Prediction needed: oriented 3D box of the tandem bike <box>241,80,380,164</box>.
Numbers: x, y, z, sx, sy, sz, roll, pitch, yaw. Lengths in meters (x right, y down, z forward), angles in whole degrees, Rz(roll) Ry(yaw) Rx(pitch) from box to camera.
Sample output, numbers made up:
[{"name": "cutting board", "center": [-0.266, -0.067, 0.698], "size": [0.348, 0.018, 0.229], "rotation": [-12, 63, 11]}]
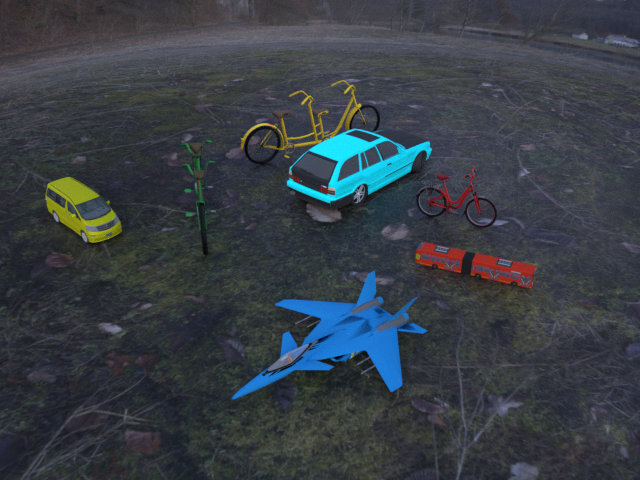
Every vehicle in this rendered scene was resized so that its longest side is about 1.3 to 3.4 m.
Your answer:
[{"name": "tandem bike", "center": [-0.126, -2.362, 13.902], "size": [3.192, 1.326, 0.550], "rotation": [-16, 34, -25]}]

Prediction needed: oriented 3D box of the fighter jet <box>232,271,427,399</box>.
[{"name": "fighter jet", "center": [0.013, 1.223, 8.593], "size": [2.640, 0.557, 2.229], "rotation": [-23, 38, -34]}]

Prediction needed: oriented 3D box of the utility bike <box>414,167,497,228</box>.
[{"name": "utility bike", "center": [2.253, -0.751, 11.550], "size": [1.435, 0.946, 0.535], "rotation": [14, 33, 23]}]

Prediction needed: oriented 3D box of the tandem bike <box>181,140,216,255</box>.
[{"name": "tandem bike", "center": [-1.997, -0.984, 11.571], "size": [0.550, 1.326, 3.192], "rotation": [-5, 31, -9]}]

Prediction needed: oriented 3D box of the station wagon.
[{"name": "station wagon", "center": [0.819, -1.516, 12.870], "size": [1.327, 0.920, 3.105], "rotation": [25, 39, 35]}]

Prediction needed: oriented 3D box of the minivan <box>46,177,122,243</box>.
[{"name": "minivan", "center": [-3.881, -0.500, 11.450], "size": [1.548, 0.616, 0.681], "rotation": [27, 40, 37]}]

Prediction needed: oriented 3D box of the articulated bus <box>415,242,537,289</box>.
[{"name": "articulated bus", "center": [2.282, 0.365, 10.308], "size": [1.749, 0.289, 0.311], "rotation": [12, 33, 20]}]
